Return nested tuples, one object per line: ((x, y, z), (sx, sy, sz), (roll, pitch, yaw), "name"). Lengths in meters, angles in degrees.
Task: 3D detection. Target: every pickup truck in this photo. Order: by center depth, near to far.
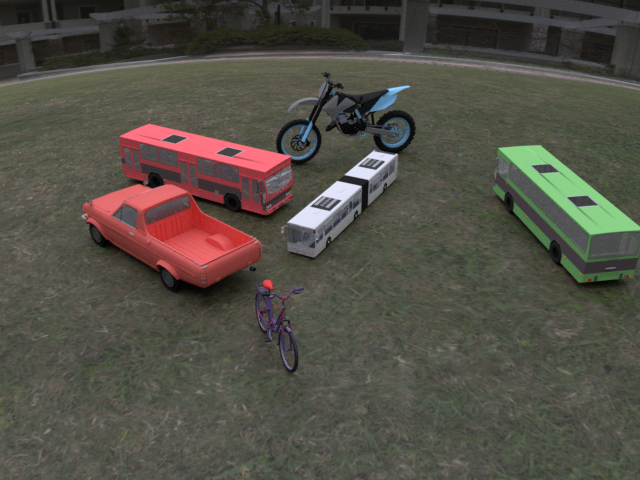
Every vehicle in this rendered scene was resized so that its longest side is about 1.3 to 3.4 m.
((-2.278, -0.187, 10.400), (3.117, 0.993, 1.244), (24, 37, 37), "pickup truck")

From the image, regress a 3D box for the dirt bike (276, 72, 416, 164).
((0.548, -2.354, 13.619), (2.903, 1.666, 1.024), (-9, 30, -15), "dirt bike")

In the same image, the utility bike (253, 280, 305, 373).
((-0.504, 0.902, 8.483), (0.535, 0.946, 1.435), (-12, 31, -21), "utility bike")

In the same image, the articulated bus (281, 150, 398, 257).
((0.461, -0.701, 11.773), (0.605, 0.561, 3.401), (14, 32, 24), "articulated bus")

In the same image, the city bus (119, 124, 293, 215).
((-2.059, -1.257, 12.434), (3.255, 0.894, 0.926), (16, 33, 26), "city bus")

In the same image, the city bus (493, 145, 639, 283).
((3.745, -0.479, 11.029), (0.926, 0.894, 3.255), (-5, 29, -9), "city bus")
